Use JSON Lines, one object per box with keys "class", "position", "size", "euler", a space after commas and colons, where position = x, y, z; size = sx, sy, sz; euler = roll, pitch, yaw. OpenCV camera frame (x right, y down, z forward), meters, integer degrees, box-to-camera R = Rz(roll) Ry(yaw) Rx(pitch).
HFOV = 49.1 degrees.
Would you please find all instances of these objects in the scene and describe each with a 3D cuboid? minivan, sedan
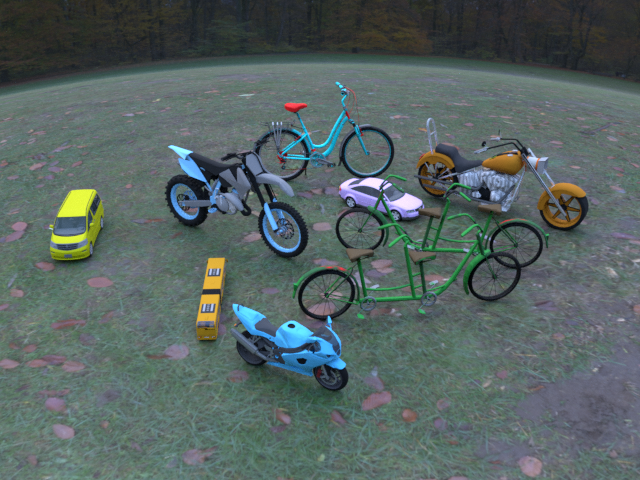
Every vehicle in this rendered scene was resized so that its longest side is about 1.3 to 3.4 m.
{"class": "minivan", "position": [-3.898, -0.255, 11.236], "size": [0.681, 0.616, 1.548], "euler": [-3, 28, -5]}
{"class": "sedan", "position": [1.083, -0.776, 12.375], "size": [1.613, 0.483, 0.635], "euler": [19, 33, 32]}

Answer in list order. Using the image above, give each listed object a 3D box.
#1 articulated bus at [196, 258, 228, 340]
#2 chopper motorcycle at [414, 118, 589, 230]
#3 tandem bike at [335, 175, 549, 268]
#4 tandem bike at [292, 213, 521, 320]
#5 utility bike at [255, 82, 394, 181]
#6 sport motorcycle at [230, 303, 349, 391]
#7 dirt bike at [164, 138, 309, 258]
{"class": "articulated bus", "position": [-1.478, 0.770, 9.628], "size": [0.311, 0.289, 1.749], "euler": [-1, 28, -2]}
{"class": "chopper motorcycle", "position": [3.080, -1.151, 12.016], "size": [3.040, 1.480, 0.906], "euler": [16, 32, 28]}
{"class": "tandem bike", "position": [1.803, -0.266, 10.490], "size": [3.192, 1.326, 0.550], "euler": [5, 28, 10]}
{"class": "tandem bike", "position": [1.204, 0.375, 9.266], "size": [3.192, 1.326, 0.550], "euler": [-5, 28, -10]}
{"class": "utility bike", "position": [0.036, -2.049, 13.345], "size": [2.791, 1.839, 1.039], "euler": [-2, 28, -4]}
{"class": "sport motorcycle", "position": [-0.356, 1.243, 8.149], "size": [1.520, 0.821, 0.506], "euler": [14, 31, 24]}
{"class": "dirt bike", "position": [-1.386, -0.740, 11.029], "size": [2.903, 1.666, 1.024], "euler": [17, 32, 30]}
